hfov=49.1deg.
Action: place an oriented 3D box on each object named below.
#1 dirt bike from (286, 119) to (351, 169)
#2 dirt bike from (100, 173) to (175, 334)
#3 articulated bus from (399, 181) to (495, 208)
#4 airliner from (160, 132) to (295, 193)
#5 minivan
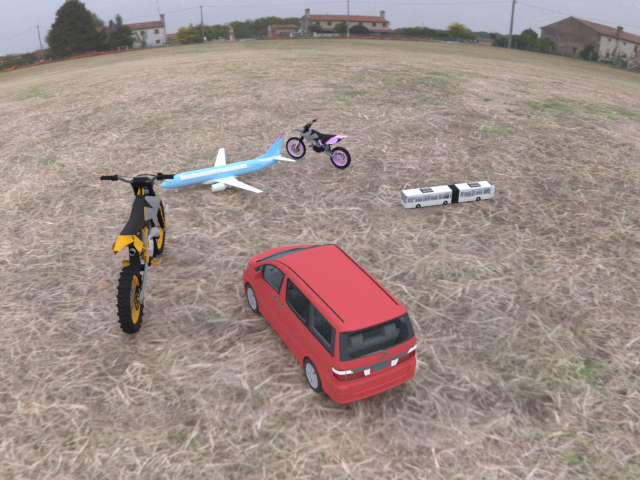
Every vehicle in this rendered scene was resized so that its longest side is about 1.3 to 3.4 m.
[{"bbox_3d":[-0.048,-1.928,14.062,1.493,0.857,0.527,15,33,25],"label":"dirt bike"},{"bbox_3d":[-2.554,-0.039,9.959,1.024,1.666,2.903,-1,30,-2],"label":"dirt bike"},{"bbox_3d":[2.315,-0.827,12.716,1.749,0.289,0.311,-7,31,-12],"label":"articulated bus"},{"bbox_3d":[-1.802,-1.469,13.284,2.541,0.835,2.257,-13,32,-21],"label":"airliner"},{"bbox_3d":[-0.002,0.778,9.008,1.324,1.197,3.011,-15,33,-24],"label":"minivan"}]
